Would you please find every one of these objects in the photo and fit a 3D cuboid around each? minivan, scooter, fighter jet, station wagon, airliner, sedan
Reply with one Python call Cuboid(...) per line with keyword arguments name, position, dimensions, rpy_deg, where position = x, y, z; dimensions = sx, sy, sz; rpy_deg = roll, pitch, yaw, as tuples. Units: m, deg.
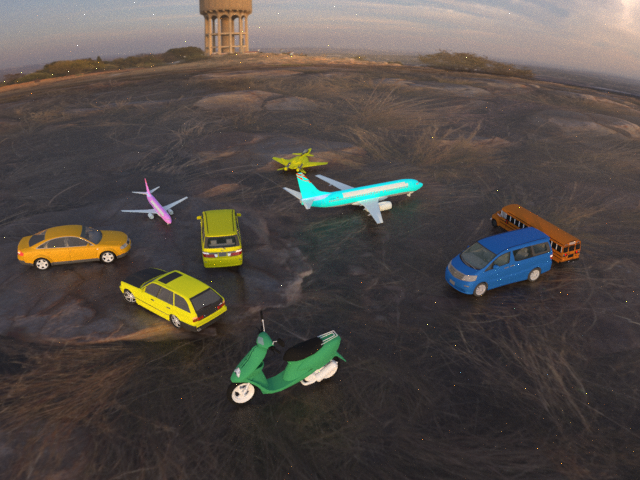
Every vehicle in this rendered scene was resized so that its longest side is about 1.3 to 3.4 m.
Cuboid(name="minivan", position=(2.515, 0.284, 9.845), dimensions=(1.548, 0.616, 0.681), rpy_deg=(-12, 30, -23))
Cuboid(name="scooter", position=(-0.361, 1.270, 7.595), dimensions=(1.399, 0.919, 0.662), rpy_deg=(-12, 29, -22))
Cuboid(name="fighter jet", position=(-0.372, -1.700, 14.070), dimensions=(1.147, 0.286, 1.358), rpy_deg=(7, 28, 14))
Cuboid(name="station wagon", position=(-1.971, 0.684, 9.224), dimensions=(1.597, 0.473, 0.682), rpy_deg=(20, 33, 34))
Cuboid(name="airliner", position=(-2.758, -0.646, 11.861), dimensions=(1.161, 0.429, 1.307), rpy_deg=(-15, 31, -26))
Cuboid(name="sedan", position=(-3.658, 0.053, 10.440), dimensions=(1.613, 0.483, 0.635), rpy_deg=(-6, 28, -11))
Cuboid(name="airliner", position=(0.713, -0.954, 12.017), dimensions=(2.541, 0.835, 2.257), rpy_deg=(-13, 30, -23))
Cuboid(name="minivan", position=(-1.515, -0.128, 10.648), dimensions=(0.681, 0.616, 1.548), rpy_deg=(-4, 28, -9))

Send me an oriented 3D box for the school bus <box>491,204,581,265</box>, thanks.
Cuboid(name="school bus", position=(3.297, -0.141, 10.871), dimensions=(0.365, 0.434, 1.708), rpy_deg=(-12, 30, -22))
